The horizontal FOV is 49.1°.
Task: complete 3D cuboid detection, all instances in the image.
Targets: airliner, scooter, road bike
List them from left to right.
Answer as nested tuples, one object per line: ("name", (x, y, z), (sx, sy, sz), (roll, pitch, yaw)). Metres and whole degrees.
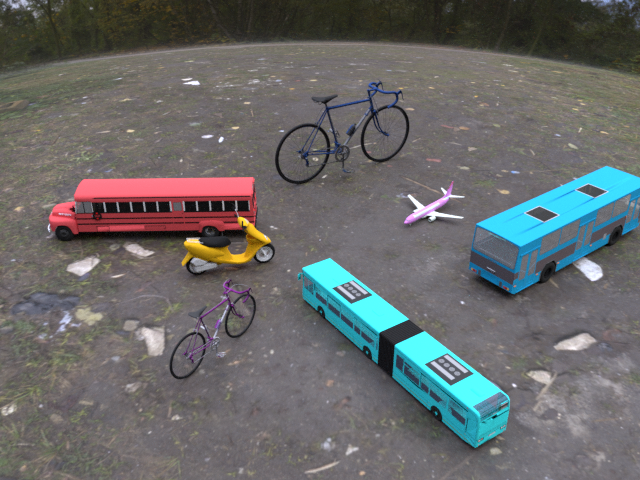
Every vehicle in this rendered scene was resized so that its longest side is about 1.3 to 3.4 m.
("road bike", (-1.286, 1.059, 8.549), (0.358, 0.852, 1.545), (20, 36, 30))
("scooter", (-1.341, 0.030, 10.229), (1.399, 0.919, 0.662), (-10, 32, -16))
("road bike", (0.480, -2.018, 12.976), (3.004, 1.656, 0.696), (-18, 35, -27))
("airliner", (1.852, -0.607, 11.790), (1.307, 0.429, 1.161), (-26, 39, -37))

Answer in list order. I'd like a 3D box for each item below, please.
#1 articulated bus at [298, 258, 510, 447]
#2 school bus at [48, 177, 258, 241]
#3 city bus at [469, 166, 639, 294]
("articulated bus", (0.871, 1.222, 8.559), (0.605, 0.561, 3.401), (-19, 35, -29))
("school bus", (-2.686, -0.521, 11.236), (3.322, 0.844, 0.709), (-1, 31, -1))
("city bus", (3.682, -0.184, 10.615), (3.255, 0.894, 0.926), (-21, 37, -32))
